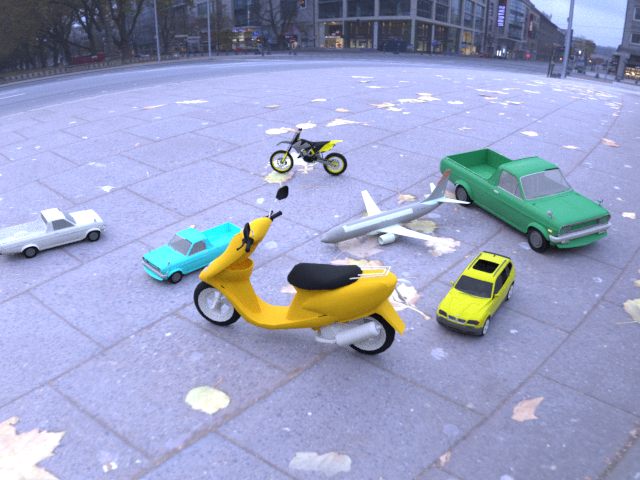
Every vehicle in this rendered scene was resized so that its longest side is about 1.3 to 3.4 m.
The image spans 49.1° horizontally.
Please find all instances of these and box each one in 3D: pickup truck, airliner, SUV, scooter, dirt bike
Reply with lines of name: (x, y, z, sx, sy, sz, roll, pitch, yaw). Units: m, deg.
pickup truck: (-4.180, -0.166, 10.825, 1.603, 0.511, 0.640, -17, 32, -29)
airliner: (1.099, -0.500, 11.113, 2.541, 0.835, 2.257, -16, 31, -27)
pickup truck: (-1.803, 0.111, 10.296, 1.603, 0.511, 0.640, -23, 35, -37)
SUV: (2.076, 0.659, 9.173, 0.656, 0.580, 1.572, 16, 32, 28)
scooter: (-0.312, 0.435, 8.300, 2.721, 1.786, 1.288, 9, 29, 16)
dirt bike: (-0.223, -1.638, 13.265, 1.493, 0.857, 0.527, 3, 28, 5)
pickup truck: (3.304, -0.850, 11.612, 1.244, 0.993, 3.117, -13, 30, -23)
